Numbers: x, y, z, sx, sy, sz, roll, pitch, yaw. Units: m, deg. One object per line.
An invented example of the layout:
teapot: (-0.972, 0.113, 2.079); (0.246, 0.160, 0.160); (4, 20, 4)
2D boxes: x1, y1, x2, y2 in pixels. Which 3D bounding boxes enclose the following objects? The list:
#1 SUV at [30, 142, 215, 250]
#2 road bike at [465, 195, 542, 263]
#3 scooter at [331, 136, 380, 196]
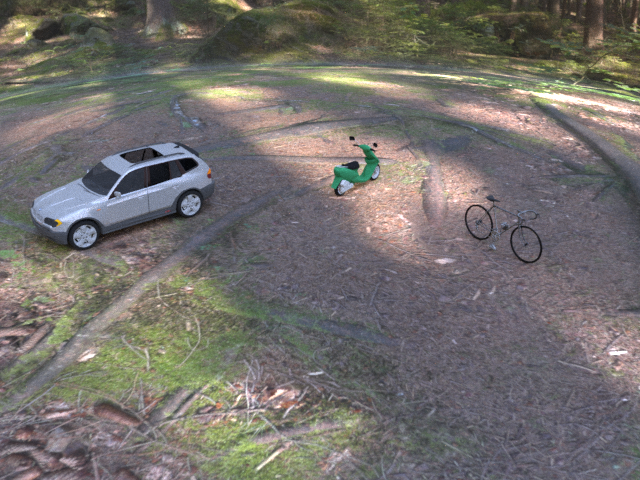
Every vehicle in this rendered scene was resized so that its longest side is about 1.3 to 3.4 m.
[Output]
SUV: (-3.278, -0.845, 11.776); (3.058, 1.128, 1.276); (-20, 34, -34)
road bike: (2.836, -0.222, 10.877); (0.358, 0.852, 1.545); (-19, 33, -32)
scooter: (0.698, -1.395, 13.059); (0.662, 0.919, 1.399); (22, 35, 36)
